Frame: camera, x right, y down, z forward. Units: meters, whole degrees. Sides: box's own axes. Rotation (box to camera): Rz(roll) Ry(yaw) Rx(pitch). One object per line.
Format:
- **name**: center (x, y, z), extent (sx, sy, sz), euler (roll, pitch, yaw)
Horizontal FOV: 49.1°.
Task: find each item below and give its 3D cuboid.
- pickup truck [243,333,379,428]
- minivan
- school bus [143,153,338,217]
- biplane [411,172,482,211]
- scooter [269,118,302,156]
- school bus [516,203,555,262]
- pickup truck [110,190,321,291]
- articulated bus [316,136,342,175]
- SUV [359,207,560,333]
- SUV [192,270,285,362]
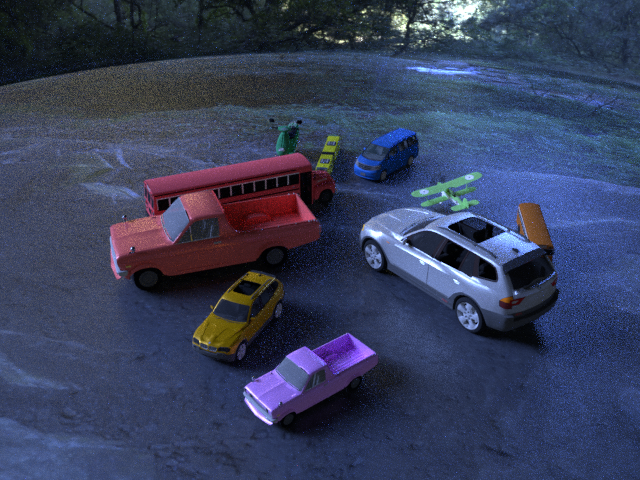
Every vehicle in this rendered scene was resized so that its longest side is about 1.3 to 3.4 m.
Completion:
- **pickup truck**: center (-0.084, 1.529, 8.018), extent (1.603, 0.511, 0.640), euler (-21, 36, -33)
- **minivan**: center (1.301, -1.672, 13.630), extent (0.681, 0.616, 1.548), euler (22, 36, 34)
- **school bus**: center (-1.272, -0.855, 11.936), extent (3.322, 0.844, 0.709), euler (-13, 32, -22)
- **biplane**: center (2.270, -0.767, 12.127), extent (1.336, 0.504, 1.090), euler (-10, 31, -18)
- **scooter**: center (-0.640, -2.022, 13.944), extent (0.662, 0.919, 1.399), euler (5, 30, 9)
- **school bus**: center (3.337, -0.018, 10.860), extent (0.365, 0.434, 1.708), euler (3, 29, 6)
- **pickup truck**: center (-1.587, -0.153, 10.530), extent (3.117, 0.993, 1.244), euler (-10, 31, -17)
- **articulated bus**: center (0.172, -1.639, 13.906), extent (0.311, 0.289, 1.749), euler (4, 30, 8)
- **SUV**: center (1.854, 0.180, 9.797), extent (1.276, 1.128, 3.058), euler (-20, 35, -31)
- **SUV**: center (-1.021, 0.935, 9.007), extent (0.656, 0.580, 1.572), euler (13, 32, 22)
